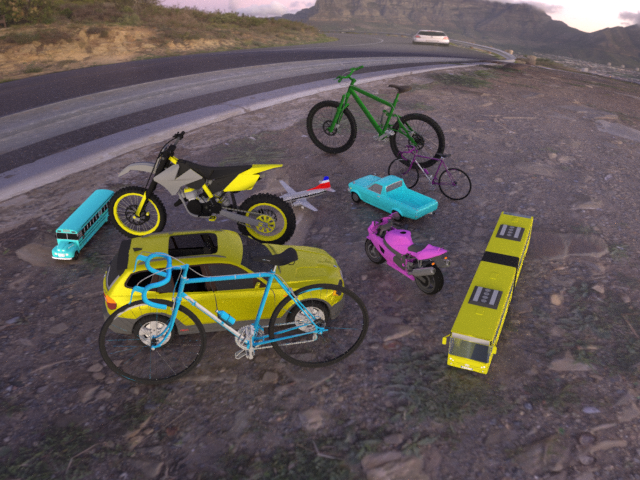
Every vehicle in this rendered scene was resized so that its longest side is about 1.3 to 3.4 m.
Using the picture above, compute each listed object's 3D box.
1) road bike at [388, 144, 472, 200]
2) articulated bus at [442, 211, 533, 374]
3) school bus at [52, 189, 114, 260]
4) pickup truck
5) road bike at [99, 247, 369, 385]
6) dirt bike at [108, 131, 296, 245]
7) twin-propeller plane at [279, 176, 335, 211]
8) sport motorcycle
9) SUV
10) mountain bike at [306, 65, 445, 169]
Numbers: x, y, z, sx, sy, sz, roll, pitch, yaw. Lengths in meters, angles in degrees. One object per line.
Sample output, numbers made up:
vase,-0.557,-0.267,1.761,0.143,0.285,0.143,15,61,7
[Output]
road bike,1.902,-1.179,12.185,1.545,0.852,0.358,15,32,24
articulated bus,2.338,0.562,9.351,0.605,0.561,3.401,12,31,20
school bus,-3.675,-0.246,10.935,0.365,0.434,1.708,4,29,7
pickup truck,1.206,-0.767,11.794,0.640,0.511,1.603,-24,37,-36
road bike,-0.922,0.844,7.717,3.004,1.656,0.697,-5,29,-8
dirt bike,-1.802,-0.663,10.418,2.903,1.666,1.024,3,29,5
twin-propeller plane,-0.296,-0.815,11.988,1.095,0.407,1.370,-15,32,-24
sport motorcycle,1.167,0.176,9.778,0.506,0.821,1.520,-22,36,-34
SUV,-1.202,0.494,8.889,3.058,1.128,1.276,-4,29,-8
mountain bike,1.025,-2.302,13.346,2.857,1.688,1.114,13,32,22
